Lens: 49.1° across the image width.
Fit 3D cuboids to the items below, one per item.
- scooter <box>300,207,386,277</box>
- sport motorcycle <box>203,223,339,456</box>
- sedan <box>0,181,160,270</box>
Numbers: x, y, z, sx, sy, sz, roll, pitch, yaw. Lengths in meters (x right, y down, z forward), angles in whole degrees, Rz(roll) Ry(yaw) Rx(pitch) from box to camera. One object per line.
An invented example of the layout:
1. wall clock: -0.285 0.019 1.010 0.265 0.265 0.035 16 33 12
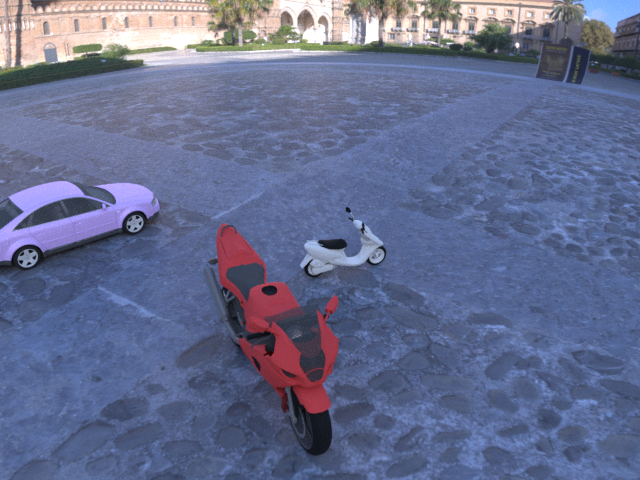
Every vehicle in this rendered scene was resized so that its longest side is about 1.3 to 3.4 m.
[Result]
1. scooter: 0.370 0.065 10.493 1.399 0.919 0.662 -10 30 -18
2. sport motorcycle: -0.578 1.039 7.953 0.983 1.596 2.955 -13 31 -22
3. sedan: -4.146 -0.434 11.403 3.137 0.940 1.235 -22 35 -35
